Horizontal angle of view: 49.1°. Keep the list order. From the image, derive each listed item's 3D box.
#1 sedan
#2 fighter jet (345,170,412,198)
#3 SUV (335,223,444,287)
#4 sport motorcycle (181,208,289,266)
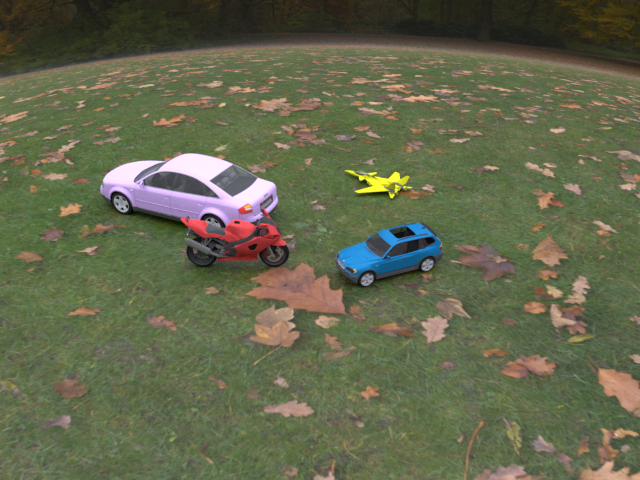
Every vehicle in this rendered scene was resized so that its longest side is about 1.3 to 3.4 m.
[{"bbox_3d":[-2.207,-0.887,11.497,3.137,0.940,1.235,13,32,22],"label":"sedan"},{"bbox_3d":[0.955,-1.137,12.596,1.358,0.286,1.147,25,38,37],"label":"fighter jet"},{"bbox_3d":[0.999,0.165,10.016,1.572,0.580,0.656,-12,32,-20],"label":"SUV"},{"bbox_3d":[-1.204,0.016,10.035,1.520,0.821,0.506,1,30,1],"label":"sport motorcycle"}]
